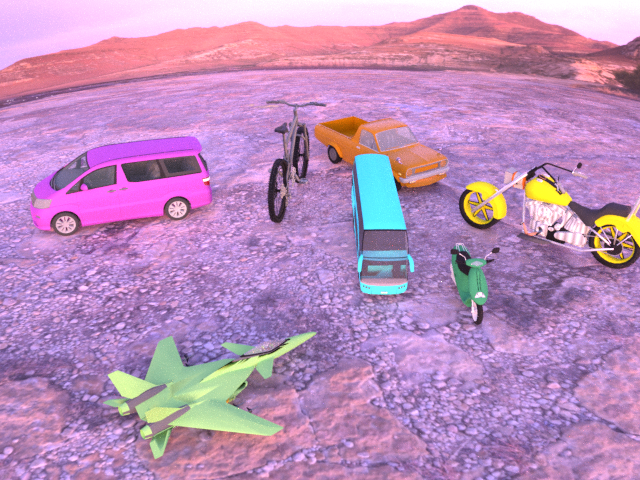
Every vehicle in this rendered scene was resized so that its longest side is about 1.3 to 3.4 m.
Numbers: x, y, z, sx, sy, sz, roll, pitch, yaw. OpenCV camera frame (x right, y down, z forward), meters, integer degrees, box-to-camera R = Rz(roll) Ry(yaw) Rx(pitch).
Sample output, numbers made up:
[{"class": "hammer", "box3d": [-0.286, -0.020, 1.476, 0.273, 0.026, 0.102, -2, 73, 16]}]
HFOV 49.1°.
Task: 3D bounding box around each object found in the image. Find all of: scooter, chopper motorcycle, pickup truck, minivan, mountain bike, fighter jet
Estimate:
[{"class": "scooter", "box3d": [2.029, 0.445, 9.531, 0.662, 0.919, 1.399, -2, 27, -4]}, {"class": "chopper motorcycle", "box3d": [3.572, -0.553, 10.866, 3.040, 1.480, 0.906, 22, 34, 36]}, {"class": "pickup truck", "box3d": [1.162, -1.899, 14.031, 1.244, 0.993, 3.117, -17, 32, -30]}, {"class": "minivan", "box3d": [-3.414, -0.980, 12.012, 3.011, 1.197, 1.324, -9, 28, -17]}, {"class": "mountain bike", "box3d": [-0.524, -1.496, 12.481, 1.114, 1.688, 2.857, 5, 28, 10]}, {"class": "fighter jet", "box3d": [-1.032, 1.419, 8.024, 2.640, 0.557, 2.229, -22, 34, -36]}]

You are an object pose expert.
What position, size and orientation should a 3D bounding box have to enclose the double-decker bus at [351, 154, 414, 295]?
[{"class": "double-decker bus", "box3d": [0.885, -0.306, 10.854, 0.756, 1.052, 3.251, 0, 27, 0]}]
